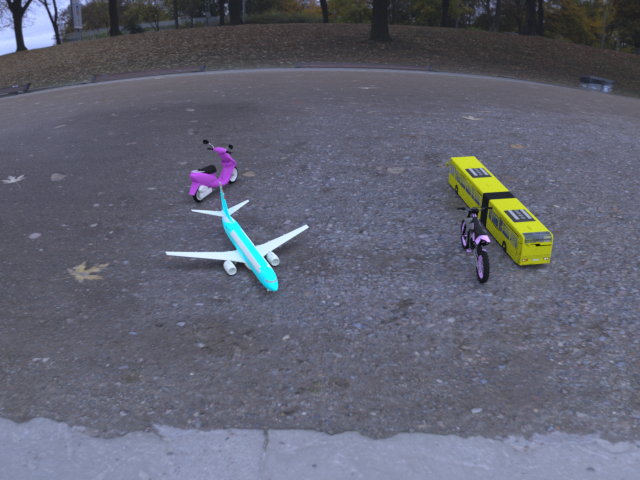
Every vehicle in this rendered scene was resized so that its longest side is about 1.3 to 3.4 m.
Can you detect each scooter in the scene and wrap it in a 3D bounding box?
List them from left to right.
[{"bbox_3d":[-1.915,-1.284,12.676,0.662,0.919,1.399,14,30,25],"label":"scooter"}]

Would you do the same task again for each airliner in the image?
[{"bbox_3d":[-1.110,-0.060,10.363,2.257,0.835,2.541,-11,29,-21],"label":"airliner"}]

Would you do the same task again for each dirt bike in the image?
[{"bbox_3d":[2.271,-0.028,10.276,0.527,0.857,1.493,-1,27,-2],"label":"dirt bike"}]

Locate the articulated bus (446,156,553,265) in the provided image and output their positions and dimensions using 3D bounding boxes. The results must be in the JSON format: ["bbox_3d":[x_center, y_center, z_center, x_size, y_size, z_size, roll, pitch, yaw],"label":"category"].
[{"bbox_3d":[2.907,-0.587,11.702,0.605,0.561,3.401,-4,27,-8],"label":"articulated bus"}]
